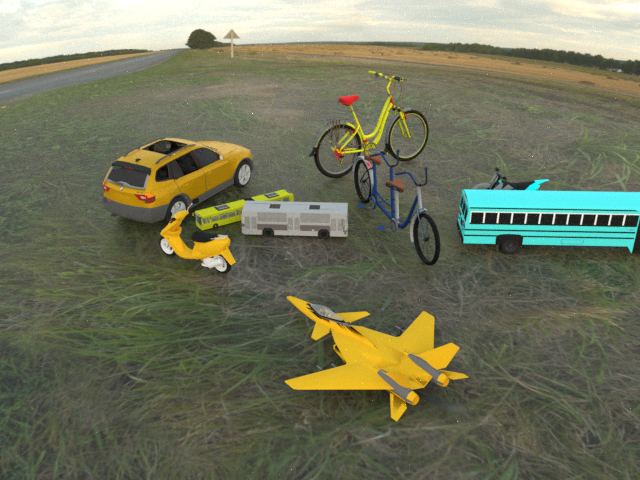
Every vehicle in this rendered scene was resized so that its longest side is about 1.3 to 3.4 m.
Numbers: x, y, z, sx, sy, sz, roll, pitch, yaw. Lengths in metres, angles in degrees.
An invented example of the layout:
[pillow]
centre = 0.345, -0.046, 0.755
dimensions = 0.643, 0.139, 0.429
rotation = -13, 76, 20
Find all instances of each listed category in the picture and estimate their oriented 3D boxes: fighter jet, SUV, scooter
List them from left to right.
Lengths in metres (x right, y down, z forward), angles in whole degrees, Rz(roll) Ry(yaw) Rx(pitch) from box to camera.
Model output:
[SUV]
centre = -2.386, -1.217, 12.147
dimensions = 1.276, 1.128, 3.058
rotation = 14, 31, 26
[scooter]
centre = -1.817, -0.049, 10.116
dimensions = 1.399, 0.919, 0.662
rotation = 16, 31, 28
[fighter jet]
centre = 0.396, 1.069, 8.346
dimensions = 2.229, 0.557, 2.640
rotation = -21, 34, -34

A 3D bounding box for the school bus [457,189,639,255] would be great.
[school bus]
centre = 3.810, -0.284, 10.651
dimensions = 3.322, 0.844, 0.709
rotation = 1, 27, 2

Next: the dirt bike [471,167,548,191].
[dirt bike]
centre = 3.073, -0.708, 11.457
dimensions = 1.493, 0.857, 0.527
rotation = -2, 27, -4

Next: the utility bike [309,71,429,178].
[utility bike]
centre = 0.936, -2.248, 13.368
dimensions = 2.791, 1.839, 1.039
rotation = -16, 31, -27

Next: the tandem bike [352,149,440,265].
[tandem bike]
centre = 1.144, -0.771, 11.068
dimensions = 0.550, 1.326, 3.192
rotation = -9, 29, -17

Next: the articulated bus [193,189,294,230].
[articulated bus]
centre = -1.251, -0.516, 11.705
dimensions = 1.749, 0.289, 0.311
rotation = -16, 32, -29

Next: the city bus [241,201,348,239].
[city bus]
centre = -0.389, -0.320, 11.139
dimensions = 1.674, 0.460, 0.476
rotation = 1, 27, 3
